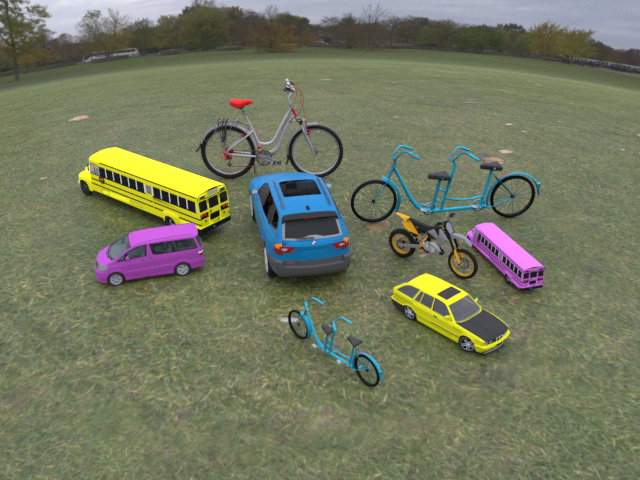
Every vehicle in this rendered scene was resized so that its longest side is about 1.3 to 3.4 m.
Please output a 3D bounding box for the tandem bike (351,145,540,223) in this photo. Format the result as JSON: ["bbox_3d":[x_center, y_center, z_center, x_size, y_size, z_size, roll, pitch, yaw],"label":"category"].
[{"bbox_3d":[2.091,-0.919,11.488,3.192,1.326,0.550,-3,28,-5],"label":"tandem bike"}]

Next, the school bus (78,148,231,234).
[{"bbox_3d":[-2.962,-0.909,11.985,3.322,0.844,0.709,20,34,33],"label":"school bus"}]

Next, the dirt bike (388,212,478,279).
[{"bbox_3d":[1.646,0.022,10.209,1.493,0.857,0.527,21,34,34],"label":"dirt bike"}]

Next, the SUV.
[{"bbox_3d":[-0.370,-0.460,10.832,1.276,1.128,3.058,-5,28,-10],"label":"SUV"}]

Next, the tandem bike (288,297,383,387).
[{"bbox_3d":[0.143,1.152,8.260,0.283,0.682,1.642,-22,35,-36],"label":"tandem bike"}]

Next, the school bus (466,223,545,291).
[{"bbox_3d":[2.688,0.185,10.353,0.365,0.434,1.708,-8,29,-15],"label":"school bus"}]

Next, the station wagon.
[{"bbox_3d":[1.665,0.889,8.980,0.682,0.473,1.597,-22,35,-36],"label":"station wagon"}]

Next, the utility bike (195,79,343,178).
[{"bbox_3d":[-0.956,-2.063,13.102,2.791,1.839,1.039,0,28,0],"label":"utility bike"}]

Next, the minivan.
[{"bbox_3d":[-2.485,0.186,10.158,1.548,0.616,0.681,-8,29,-15],"label":"minivan"}]
